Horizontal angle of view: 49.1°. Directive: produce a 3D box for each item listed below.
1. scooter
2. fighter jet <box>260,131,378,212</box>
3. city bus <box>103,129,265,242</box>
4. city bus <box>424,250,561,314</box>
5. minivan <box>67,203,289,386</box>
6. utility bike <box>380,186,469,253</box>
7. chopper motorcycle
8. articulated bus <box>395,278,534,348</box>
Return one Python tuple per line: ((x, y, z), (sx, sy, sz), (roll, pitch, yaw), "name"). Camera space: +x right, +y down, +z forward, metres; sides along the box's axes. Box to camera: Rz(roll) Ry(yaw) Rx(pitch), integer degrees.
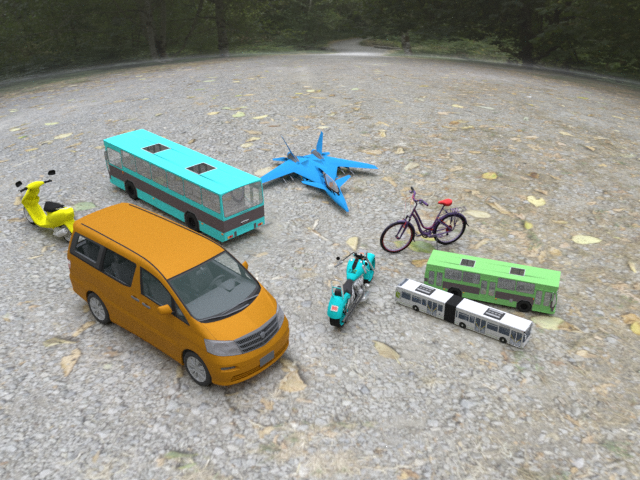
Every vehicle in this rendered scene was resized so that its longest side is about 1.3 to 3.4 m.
((-4.124, -0.507, 10.574), (1.399, 0.919, 0.662), (21, 34, 33), "scooter")
((0.041, -1.195, 12.239), (2.229, 0.557, 2.640), (-9, 29, -16), "fighter jet")
((-2.273, -0.917, 11.364), (3.255, 0.894, 0.926), (25, 37, 38), "city bus")
((2.217, 0.552, 9.083), (1.674, 0.460, 0.476), (10, 30, 18), "city bus")
((-1.726, 0.556, 8.296), (3.011, 1.197, 1.324), (22, 35, 34), "minivan")
((1.557, -0.259, 10.081), (1.435, 0.946, 0.535), (-9, 29, -16), "utility bike")
((0.434, 0.483, 8.894), (0.466, 0.761, 1.563), (10, 30, 18), "chopper motorcycle")
((1.744, 0.887, 8.640), (1.749, 0.289, 0.311), (19, 33, 31), "articulated bus")
